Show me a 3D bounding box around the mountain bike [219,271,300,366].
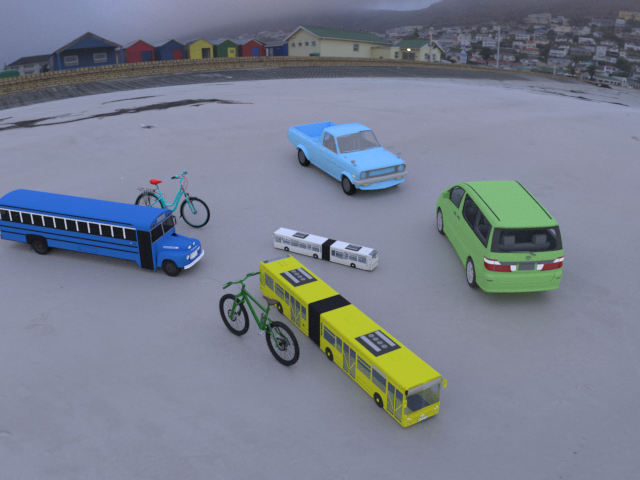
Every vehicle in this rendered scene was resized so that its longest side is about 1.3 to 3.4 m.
[{"bbox_3d":[-0.764,0.943,8.490,0.573,0.868,1.469,-23,34,-39],"label":"mountain bike"}]

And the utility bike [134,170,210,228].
[{"bbox_3d":[-2.523,-0.718,11.891,1.435,0.946,0.535,7,26,14],"label":"utility bike"}]

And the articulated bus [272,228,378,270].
[{"bbox_3d":[0.061,0.131,10.870,1.749,0.289,0.311,13,28,26],"label":"articulated bus"}]

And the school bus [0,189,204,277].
[{"bbox_3d":[-3.397,-0.153,10.823,3.322,0.844,0.709,8,27,17],"label":"school bus"}]

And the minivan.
[{"bbox_3d":[2.630,-0.268,10.652,1.324,1.197,3.011,-2,26,-4],"label":"minivan"}]

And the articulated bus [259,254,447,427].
[{"bbox_3d":[0.224,1.083,8.553,0.605,0.561,3.401,-15,29,-28],"label":"articulated bus"}]

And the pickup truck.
[{"bbox_3d":[0.479,-1.847,14.209,1.244,0.993,3.117,-13,28,-25],"label":"pickup truck"}]
